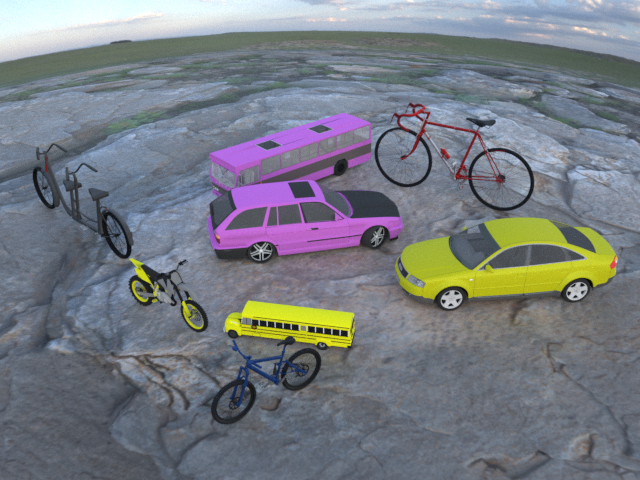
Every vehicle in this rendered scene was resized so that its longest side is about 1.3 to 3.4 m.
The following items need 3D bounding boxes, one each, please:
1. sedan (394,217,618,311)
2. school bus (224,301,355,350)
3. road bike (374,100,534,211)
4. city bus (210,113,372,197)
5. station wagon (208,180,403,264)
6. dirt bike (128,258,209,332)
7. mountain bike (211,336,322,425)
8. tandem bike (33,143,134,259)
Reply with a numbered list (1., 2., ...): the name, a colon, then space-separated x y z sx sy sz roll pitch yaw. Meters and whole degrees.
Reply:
1. sedan: 2.640 0.248 10.011 3.137 0.940 1.235 -3 30 -6
2. school bus: -0.410 1.090 9.054 1.708 0.434 0.365 6 30 10
3. road bike: 2.308 -1.486 12.306 3.004 1.656 0.696 17 34 27
4. city bus: -0.470 -1.511 13.113 3.255 0.894 0.926 -23 37 -35
5. station wagon: -0.221 -0.410 11.174 3.105 0.920 1.327 -7 31 -12
6. dirt bike: -2.055 0.679 9.344 1.493 0.857 0.527 20 36 31
7. mountain bike: -0.585 1.515 7.880 1.469 0.868 0.573 -20 36 -31
8. tandem bike: -3.927 -0.709 11.287 3.192 1.326 0.550 26 39 38
